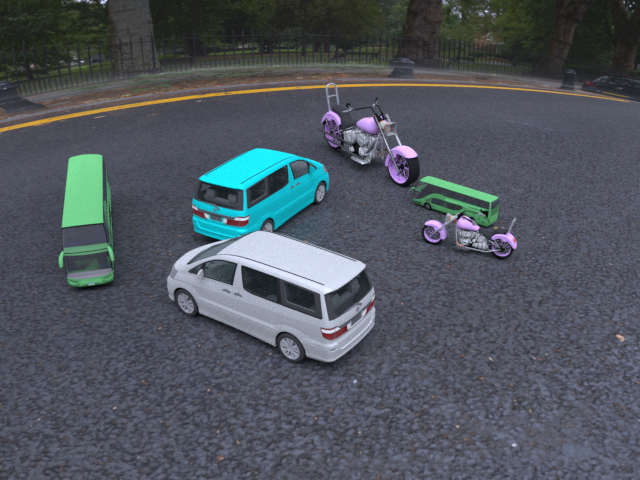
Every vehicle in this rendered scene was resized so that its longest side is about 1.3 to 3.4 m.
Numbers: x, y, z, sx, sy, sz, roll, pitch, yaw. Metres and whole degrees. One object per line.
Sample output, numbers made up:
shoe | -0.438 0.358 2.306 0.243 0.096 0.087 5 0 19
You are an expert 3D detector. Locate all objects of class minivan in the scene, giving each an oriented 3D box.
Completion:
minivan | -0.950 -0.950 12.380 1.324 1.197 3.011 15 31 26
minivan | -0.751 0.587 9.465 3.011 1.197 1.324 18 33 31

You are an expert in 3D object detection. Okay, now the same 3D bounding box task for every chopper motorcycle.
chopper motorcycle | 0.989 -2.216 14.480 0.906 1.480 3.040 -18 32 -30
chopper motorcycle | 2.414 -0.156 11.341 1.563 0.761 0.466 14 31 25

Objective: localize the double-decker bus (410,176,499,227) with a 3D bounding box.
double-decker bus | 2.414 -0.718 12.644 1.672 0.541 0.389 22 35 36

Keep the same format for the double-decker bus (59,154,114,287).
double-decker bus | -3.778 -0.372 11.438 0.756 1.052 3.251 -7 29 -14
